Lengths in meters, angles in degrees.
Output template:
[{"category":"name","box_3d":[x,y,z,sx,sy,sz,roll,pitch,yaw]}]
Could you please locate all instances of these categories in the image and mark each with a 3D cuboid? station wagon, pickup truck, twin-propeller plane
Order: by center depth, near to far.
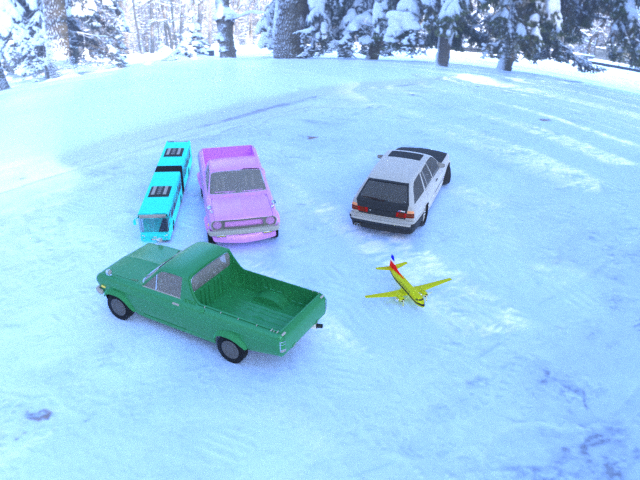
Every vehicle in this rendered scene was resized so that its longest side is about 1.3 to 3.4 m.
[{"category":"pickup truck","box_3d":[-1.487,0.668,9.245,3.117,0.993,1.244,15,32,26]},{"category":"twin-propeller plane","box_3d":[1.227,0.604,9.972,1.370,0.407,1.095,-10,30,-18]},{"category":"pickup truck","box_3d":[-1.490,-0.969,12.241,1.244,0.993,3.117,-6,29,-10]},{"category":"station wagon","box_3d":[1.543,-1.131,12.614,1.327,0.920,3.105,11,30,18]}]

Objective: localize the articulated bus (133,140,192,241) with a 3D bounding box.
[{"category":"articulated bus","box_3d":[-2.763,-0.985,12.721,0.605,0.561,3.401,-1,29,-3]}]
